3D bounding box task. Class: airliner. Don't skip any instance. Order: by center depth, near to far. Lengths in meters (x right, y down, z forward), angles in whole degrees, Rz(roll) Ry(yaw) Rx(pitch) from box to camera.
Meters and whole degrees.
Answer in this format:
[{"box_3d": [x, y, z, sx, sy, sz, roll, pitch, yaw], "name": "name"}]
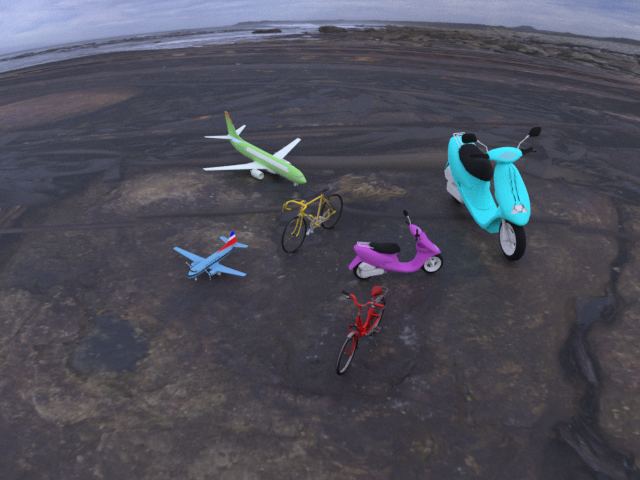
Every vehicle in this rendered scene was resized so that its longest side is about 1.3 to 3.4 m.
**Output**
[{"box_3d": [-1.084, -1.717, 13.203, 2.257, 0.835, 2.541, -24, 38, -34], "name": "airliner"}]

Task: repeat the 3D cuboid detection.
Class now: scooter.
[{"box_3d": [1.109, 0.130, 9.960, 1.399, 0.919, 0.662, -5, 31, -8], "name": "scooter"}, {"box_3d": [2.623, -1.006, 11.043, 1.288, 1.786, 2.721, -7, 31, -12], "name": "scooter"}]

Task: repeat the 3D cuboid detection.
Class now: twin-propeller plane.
[{"box_3d": [-1.570, 0.242, 10.276, 1.370, 0.407, 1.095, 19, 35, 29], "name": "twin-propeller plane"}]

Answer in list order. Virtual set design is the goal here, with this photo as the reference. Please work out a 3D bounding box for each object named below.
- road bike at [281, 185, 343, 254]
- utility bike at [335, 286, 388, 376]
[{"box_3d": [-0.101, -0.378, 10.894, 0.358, 0.852, 1.545, 21, 36, 32], "name": "road bike"}, {"box_3d": [0.573, 0.982, 8.475, 0.535, 0.946, 1.435, 15, 33, 23], "name": "utility bike"}]
